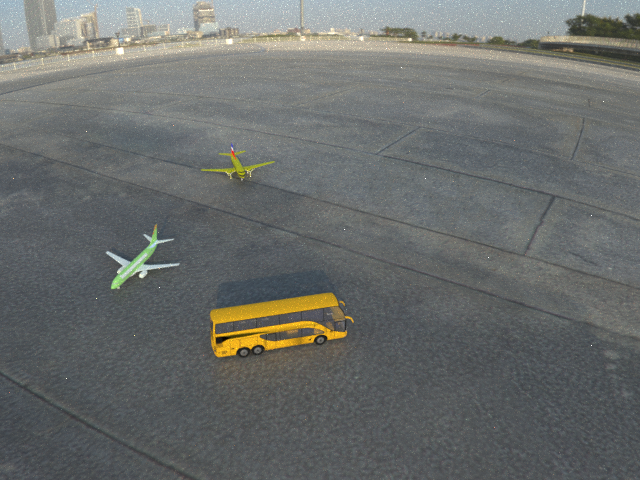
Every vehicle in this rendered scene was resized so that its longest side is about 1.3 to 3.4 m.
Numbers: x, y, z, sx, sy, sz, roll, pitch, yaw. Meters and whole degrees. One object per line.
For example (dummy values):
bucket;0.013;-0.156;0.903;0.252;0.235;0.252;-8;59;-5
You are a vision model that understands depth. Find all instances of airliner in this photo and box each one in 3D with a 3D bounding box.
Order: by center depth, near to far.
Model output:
airliner;-2.568;0.239;9.779;1.161;0.429;1.307;9;30;15

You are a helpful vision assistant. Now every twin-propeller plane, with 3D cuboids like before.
twin-propeller plane;-1.524;-1.429;12.864;1.370;0.407;1.095;-8;30;-15

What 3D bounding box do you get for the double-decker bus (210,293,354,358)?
double-decker bus;-0.455;0.996;8.275;1.672;0.541;0.389;-7;29;-13
